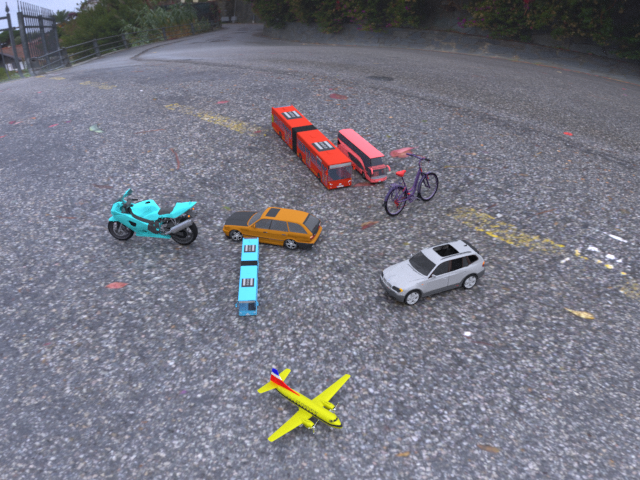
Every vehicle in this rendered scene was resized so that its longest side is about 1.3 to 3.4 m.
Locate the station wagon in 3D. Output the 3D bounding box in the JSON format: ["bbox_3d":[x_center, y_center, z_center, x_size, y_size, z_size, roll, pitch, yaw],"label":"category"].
[{"bbox_3d":[-0.789,-0.250,11.383,1.597,0.473,0.682,8,31,14],"label":"station wagon"}]

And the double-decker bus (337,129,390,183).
[{"bbox_3d":[0.816,-1.641,13.679,0.389,0.541,1.672,-12,33,-19],"label":"double-decker bus"}]

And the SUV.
[{"bbox_3d":[1.635,0.425,10.131,1.572,0.580,0.656,-13,33,-21],"label":"SUV"}]

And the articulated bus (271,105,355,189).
[{"bbox_3d":[-0.236,-1.957,14.195,0.605,0.561,3.401,-11,32,-18],"label":"articulated bus"}]

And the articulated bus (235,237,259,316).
[{"bbox_3d":[-1.040,0.503,10.285,0.311,0.289,1.749,-2,31,-3],"label":"articulated bus"}]

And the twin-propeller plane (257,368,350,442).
[{"bbox_3d":[-0.172,1.815,7.940,1.095,0.407,1.370,23,38,34],"label":"twin-propeller plane"}]

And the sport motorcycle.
[{"bbox_3d":[-2.678,-0.326,11.169,1.520,0.821,0.506,3,31,6],"label":"sport motorcycle"}]

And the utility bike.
[{"bbox_3d":[1.561,-0.995,12.183,1.435,0.946,0.535,-24,38,-35],"label":"utility bike"}]
